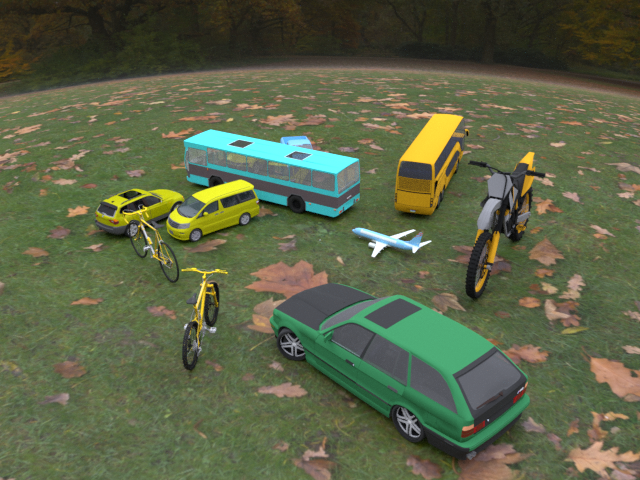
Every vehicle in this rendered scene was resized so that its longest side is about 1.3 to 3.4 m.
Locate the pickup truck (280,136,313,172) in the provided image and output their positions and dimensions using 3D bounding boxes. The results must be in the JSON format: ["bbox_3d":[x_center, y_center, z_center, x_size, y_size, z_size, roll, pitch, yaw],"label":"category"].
[{"bbox_3d":[-0.426,-1.761,14.045,0.640,0.511,1.603,-4,27,-8],"label":"pickup truck"}]

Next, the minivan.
[{"bbox_3d":[-1.749,-0.492,11.395,1.548,0.616,0.681,-21,33,-35],"label":"minivan"}]

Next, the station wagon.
[{"bbox_3d":[0.742,1.158,7.766,1.327,0.920,3.105,-22,34,-37],"label":"station wagon"}]

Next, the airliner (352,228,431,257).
[{"bbox_3d":[1.028,-0.083,10.787,1.307,0.429,1.161,20,33,34],"label":"airliner"}]

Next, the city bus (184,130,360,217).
[{"bbox_3d":[-0.904,-1.192,12.481,3.255,0.894,0.926,15,30,27],"label":"city bus"}]

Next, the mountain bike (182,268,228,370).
[{"bbox_3d":[-1.420,0.873,8.391,0.573,0.868,1.469,3,27,6],"label":"mountain bike"}]

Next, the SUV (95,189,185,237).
[{"bbox_3d":[-2.952,-0.553,11.557,0.656,0.580,1.572,19,32,33],"label":"SUV"}]

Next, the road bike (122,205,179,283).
[{"bbox_3d":[-2.425,0.035,10.081,0.358,0.852,1.545,-20,33,-34],"label":"road bike"}]

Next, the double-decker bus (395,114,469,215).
[{"bbox_3d":[2.095,-1.482,12.884,0.756,1.052,3.251,9,28,18],"label":"double-decker bus"}]

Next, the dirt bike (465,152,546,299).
[{"bbox_3d":[2.651,-0.372,9.986,1.024,1.666,2.903,14,30,26],"label":"dirt bike"}]
